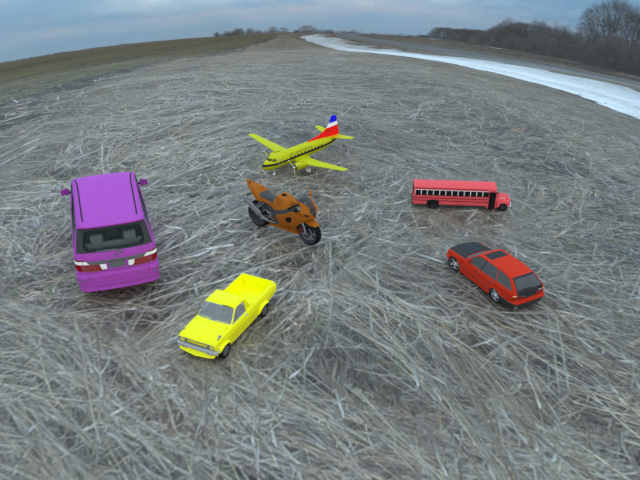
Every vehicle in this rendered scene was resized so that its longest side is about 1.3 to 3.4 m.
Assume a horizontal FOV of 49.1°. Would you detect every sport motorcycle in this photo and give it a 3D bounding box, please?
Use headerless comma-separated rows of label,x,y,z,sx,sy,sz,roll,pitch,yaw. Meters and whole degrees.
sport motorcycle,-0.593,-0.456,11.207,1.520,0.821,0.506,21,35,32

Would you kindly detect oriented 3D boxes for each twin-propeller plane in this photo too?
twin-propeller plane,-0.348,-1.848,13.704,2.663,0.792,2.129,25,38,37

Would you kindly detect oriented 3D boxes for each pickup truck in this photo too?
pickup truck,-1.176,0.915,9.093,0.640,0.511,1.603,13,32,22

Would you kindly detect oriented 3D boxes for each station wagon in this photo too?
station wagon,2.481,0.397,10.050,0.682,0.473,1.597,-14,32,-24

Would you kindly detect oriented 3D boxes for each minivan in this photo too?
minivan,-3.202,-0.363,10.660,1.324,1.197,3.011,-9,31,-16

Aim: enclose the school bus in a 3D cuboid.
school bus,2.464,-0.794,12.200,1.708,0.434,0.365,2,30,4
